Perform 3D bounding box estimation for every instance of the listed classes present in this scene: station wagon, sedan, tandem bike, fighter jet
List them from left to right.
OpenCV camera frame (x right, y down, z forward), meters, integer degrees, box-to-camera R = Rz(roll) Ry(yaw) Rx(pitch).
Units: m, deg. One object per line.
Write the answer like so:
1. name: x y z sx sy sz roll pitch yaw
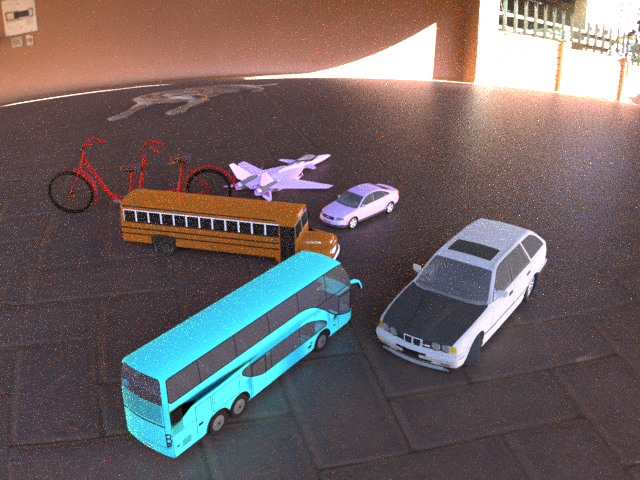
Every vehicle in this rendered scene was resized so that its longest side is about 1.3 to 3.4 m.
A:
1. tandem bike: -3.048 -1.082 11.897 3.192 1.326 0.550 -1 26 -3
2. fighter jet: -0.575 -1.461 13.557 2.229 0.557 2.640 18 31 32
3. sedan: 0.683 -0.639 11.949 1.613 0.483 0.635 -23 34 -39
4. station wagon: 1.908 0.545 9.011 1.327 0.920 3.105 17 31 31

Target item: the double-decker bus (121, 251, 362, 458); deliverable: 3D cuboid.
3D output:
1. double-decker bus: -0.728 1.081 7.757 0.756 1.052 3.251 18 31 32

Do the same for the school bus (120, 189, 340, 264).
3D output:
1. school bus: -1.354 -0.185 10.600 3.322 0.844 0.709 6 27 12
